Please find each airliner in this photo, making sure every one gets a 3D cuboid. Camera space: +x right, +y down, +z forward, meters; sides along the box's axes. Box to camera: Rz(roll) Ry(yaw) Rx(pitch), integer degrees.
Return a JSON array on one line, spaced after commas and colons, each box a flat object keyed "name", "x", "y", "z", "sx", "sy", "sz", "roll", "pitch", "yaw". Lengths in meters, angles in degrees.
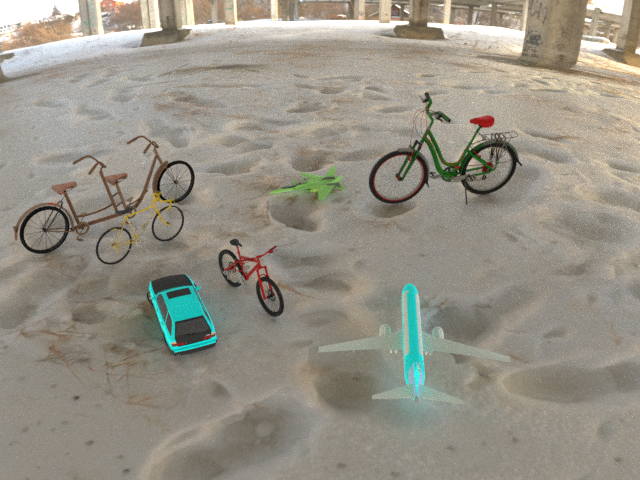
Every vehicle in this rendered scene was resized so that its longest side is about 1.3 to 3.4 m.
[{"name": "airliner", "x": 1.132, "y": 1.053, "z": 8.461, "sx": 2.257, "sy": 0.835, "sz": 2.541, "roll": 2, "pitch": 31, "yaw": 4}]

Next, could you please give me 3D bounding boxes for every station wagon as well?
[{"name": "station wagon", "x": -1.827, "y": 0.865, "z": 9.136, "sx": 0.682, "sy": 0.473, "sz": 1.597, "roll": -12, "pitch": 33, "yaw": -19}]

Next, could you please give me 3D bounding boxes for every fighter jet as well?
[{"name": "fighter jet", "x": -0.270, "y": -1.019, "z": 12.513, "sx": 1.358, "sy": 0.286, "sz": 1.147, "roll": -10, "pitch": 32, "yaw": -16}]

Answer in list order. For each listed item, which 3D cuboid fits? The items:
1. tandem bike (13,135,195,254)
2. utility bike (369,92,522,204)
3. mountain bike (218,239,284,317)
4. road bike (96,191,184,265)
[{"name": "tandem bike", "x": -3.336, "y": -0.792, "z": 11.107, "sx": 3.192, "sy": 1.326, "sz": 0.550, "roll": -26, "pitch": 39, "yaw": -37}, {"name": "utility bike", "x": 2.202, "y": -1.445, "z": 11.708, "sx": 2.791, "sy": 1.839, "sz": 1.039, "roll": -7, "pitch": 31, "yaw": -11}, {"name": "mountain bike", "x": -0.962, "y": 0.441, "z": 9.466, "sx": 0.573, "sy": 0.868, "sz": 1.469, "roll": -23, "pitch": 38, "yaw": -34}, {"name": "road bike", "x": -2.702, "y": -0.193, "z": 10.557, "sx": 0.358, "sy": 0.852, "sz": 1.545, "roll": 27, "pitch": 40, "yaw": 37}]
